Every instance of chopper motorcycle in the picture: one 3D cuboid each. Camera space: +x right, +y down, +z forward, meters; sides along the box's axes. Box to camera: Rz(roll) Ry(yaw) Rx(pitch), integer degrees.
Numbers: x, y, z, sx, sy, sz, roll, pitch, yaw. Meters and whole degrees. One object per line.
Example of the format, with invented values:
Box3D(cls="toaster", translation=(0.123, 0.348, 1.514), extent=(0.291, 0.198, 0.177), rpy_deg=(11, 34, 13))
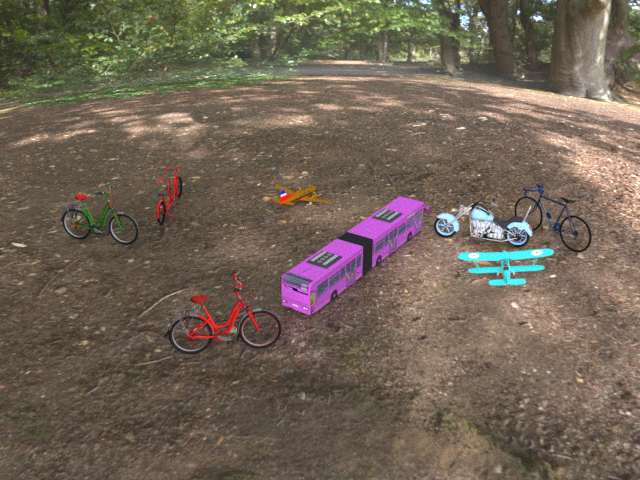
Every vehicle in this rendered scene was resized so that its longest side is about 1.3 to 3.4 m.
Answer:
Box3D(cls="chopper motorcycle", translation=(2.632, -0.309, 11.292), extent=(1.563, 0.761, 0.466), rpy_deg=(10, 28, 20))

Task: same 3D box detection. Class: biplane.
Box3D(cls="biplane", translation=(2.665, 0.406, 10.119), extent=(1.336, 0.504, 1.090), rpy_deg=(5, 26, 10))

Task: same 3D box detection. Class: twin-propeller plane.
Box3D(cls="twin-propeller plane", translation=(-0.374, -0.858, 12.818), extent=(1.370, 0.407, 1.095), rpy_deg=(19, 32, 34))

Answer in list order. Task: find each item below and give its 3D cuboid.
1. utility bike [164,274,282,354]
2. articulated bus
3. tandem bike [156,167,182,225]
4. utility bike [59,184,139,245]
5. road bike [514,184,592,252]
Box3D(cls="utility bike", translation=(-1.192, 0.924, 8.555), extent=(1.435, 0.946, 0.535), rpy_deg=(-3, 26, -7))
Box3D(cls="articulated bus", translation=(0.619, 0.142, 10.595), extent=(0.605, 0.561, 3.401), rpy_deg=(16, 30, 30))
Box3D(cls="tandem bike", translation=(-2.686, -0.843, 12.474), extent=(0.283, 0.682, 1.642), rpy_deg=(2, 26, 4))
Box3D(cls="utility bike", translation=(-3.580, -0.428, 11.324), extent=(1.435, 0.946, 0.535), rpy_deg=(6, 27, 13))
Box3D(cls="road bike", translation=(3.761, -0.383, 11.340), extent=(0.358, 0.852, 1.545), rpy_deg=(-16, 30, -30))
